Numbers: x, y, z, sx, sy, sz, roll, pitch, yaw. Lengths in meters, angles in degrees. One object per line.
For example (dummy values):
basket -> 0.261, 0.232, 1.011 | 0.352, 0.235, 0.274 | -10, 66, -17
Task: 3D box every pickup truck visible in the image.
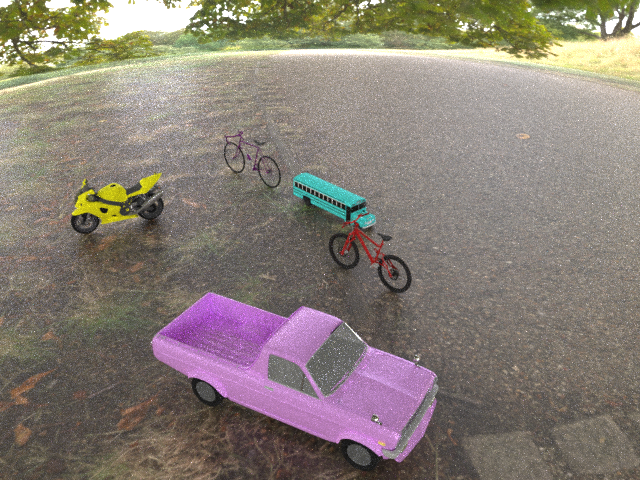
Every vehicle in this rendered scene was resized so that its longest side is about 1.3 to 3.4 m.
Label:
pickup truck -> -0.310, 1.325, 7.590 | 3.117, 0.993, 1.244 | 16, 33, 25

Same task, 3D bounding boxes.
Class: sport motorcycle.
sport motorcycle -> -3.223, -0.596, 11.160 | 1.520, 0.821, 0.506 | -15, 33, -24

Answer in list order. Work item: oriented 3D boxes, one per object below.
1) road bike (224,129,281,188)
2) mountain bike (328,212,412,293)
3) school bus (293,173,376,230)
road bike -> -1.251, -1.484, 12.699 | 1.545, 0.852, 0.358 | 25, 38, 37
mountain bike -> 0.681, 0.177, 9.747 | 1.469, 0.868, 0.573 | 24, 38, 36
school bus -> 0.233, -0.652, 11.652 | 0.365, 0.434, 1.708 | -24, 38, -36
